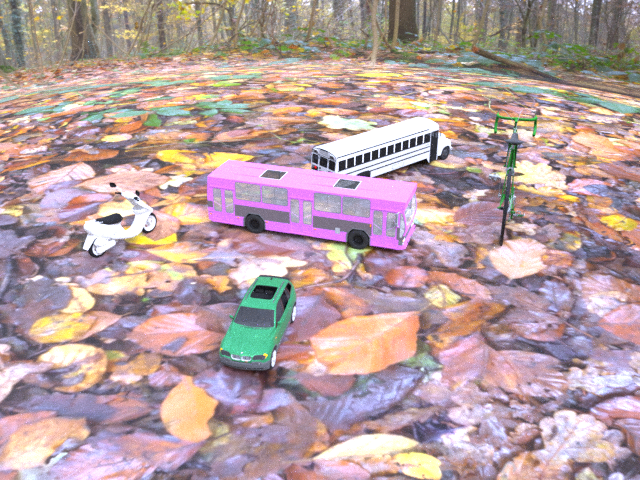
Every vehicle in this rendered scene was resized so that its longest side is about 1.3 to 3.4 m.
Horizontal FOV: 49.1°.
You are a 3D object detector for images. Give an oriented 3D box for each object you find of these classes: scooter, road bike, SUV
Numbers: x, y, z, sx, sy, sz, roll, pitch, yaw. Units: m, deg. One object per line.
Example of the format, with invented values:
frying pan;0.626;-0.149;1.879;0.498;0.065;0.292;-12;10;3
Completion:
scooter;-3.045;-0.337;10.662;0.662;0.919;1.399;18;32;31
road bike;3.078;-1.102;11.350;0.696;1.656;3.004;7;28;14
SUV;-0.724;0.962;8.491;0.656;0.580;1.572;6;28;11

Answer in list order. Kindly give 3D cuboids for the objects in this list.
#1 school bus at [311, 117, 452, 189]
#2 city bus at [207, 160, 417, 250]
school bus;1.288;-1.698;13.409;3.322;0.844;0.709;-22;34;-36
city bus;-0.145;-0.547;11.099;3.255;0.894;0.926;9;28;17
